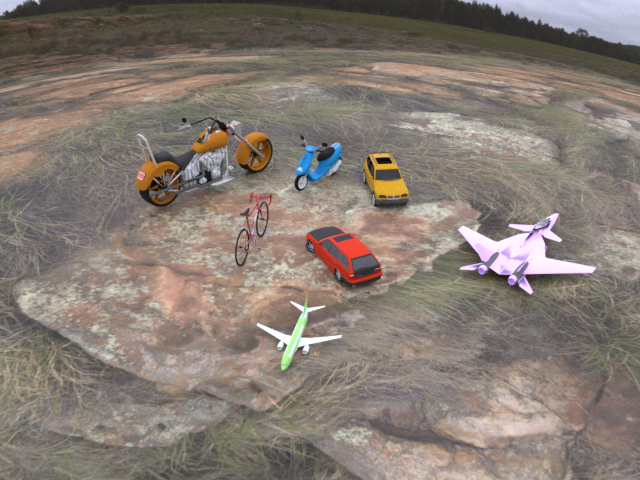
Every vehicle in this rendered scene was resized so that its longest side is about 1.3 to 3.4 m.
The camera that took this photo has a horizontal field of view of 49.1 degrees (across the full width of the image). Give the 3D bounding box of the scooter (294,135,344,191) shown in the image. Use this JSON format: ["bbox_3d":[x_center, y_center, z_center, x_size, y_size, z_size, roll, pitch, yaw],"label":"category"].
[{"bbox_3d":[-0.018,-1.549,13.418,0.662,0.919,1.399,23,37,34],"label":"scooter"}]

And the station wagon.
[{"bbox_3d":[0.340,0.153,10.915,0.682,0.473,1.597,-14,33,-23],"label":"station wagon"}]

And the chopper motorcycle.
[{"bbox_3d":[-2.078,-1.621,12.982,0.906,1.480,3.040,26,39,37],"label":"chopper motorcycle"}]

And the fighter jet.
[{"bbox_3d":[3.371,-0.075,11.227,2.229,0.557,2.640,20,36,31],"label":"fighter jet"}]

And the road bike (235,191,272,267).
[{"bbox_3d":[-1.081,-0.223,11.189,0.358,0.852,1.545,8,31,13],"label":"road bike"}]

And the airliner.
[{"bbox_3d":[-0.315,1.192,9.160,1.161,0.429,1.307,7,31,11],"label":"airliner"}]

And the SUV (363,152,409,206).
[{"bbox_3d":[1.215,-1.155,13.073,0.656,0.580,1.572,-4,30,-6],"label":"SUV"}]
